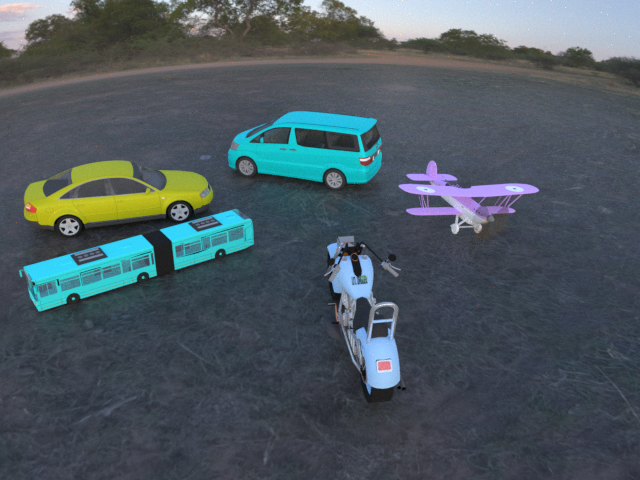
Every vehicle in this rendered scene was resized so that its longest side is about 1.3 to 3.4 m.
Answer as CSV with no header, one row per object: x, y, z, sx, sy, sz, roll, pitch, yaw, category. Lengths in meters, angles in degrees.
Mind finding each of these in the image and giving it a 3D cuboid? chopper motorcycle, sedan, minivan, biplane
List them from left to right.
-3.422,-0.831,11.994,3.137,0.940,1.235,-8,29,-15,sedan
-0.332,-1.842,13.635,3.011,1.197,1.324,10,29,18,minivan
0.457,0.657,8.597,0.906,1.480,3.040,-4,28,-8,chopper motorcycle
2.338,-0.731,11.762,2.598,0.981,2.120,-11,30,-19,biplane

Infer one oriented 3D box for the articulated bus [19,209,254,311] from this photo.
-2.582,0.240,10.371,3.401,0.561,0.605,-18,33,-30,articulated bus
